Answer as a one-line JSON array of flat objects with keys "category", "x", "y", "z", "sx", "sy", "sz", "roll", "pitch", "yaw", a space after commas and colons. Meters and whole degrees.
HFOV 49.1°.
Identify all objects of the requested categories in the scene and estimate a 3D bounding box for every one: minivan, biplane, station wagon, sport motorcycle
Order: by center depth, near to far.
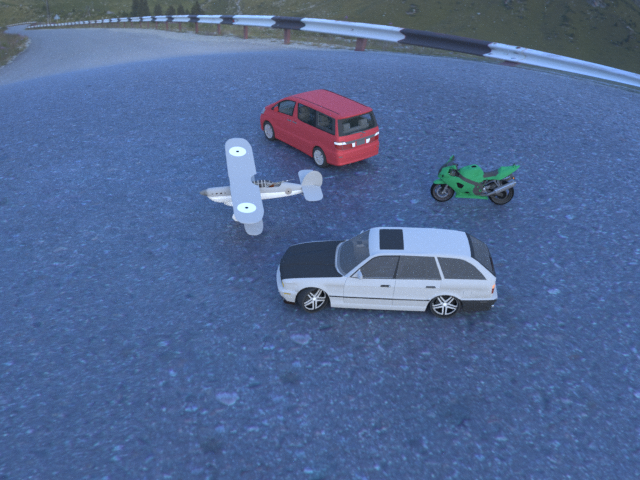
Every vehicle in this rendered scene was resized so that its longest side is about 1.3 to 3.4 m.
[{"category": "station wagon", "x": 0.926, "y": 0.370, "z": 9.988, "sx": 3.105, "sy": 0.920, "sz": 1.327, "roll": 2, "pitch": 30, "yaw": 3}, {"category": "biplane", "x": -0.997, "y": -0.844, "z": 12.042, "sx": 2.120, "sy": 0.981, "sz": 2.598, "roll": -5, "pitch": 30, "yaw": -9}, {"category": "sport motorcycle", "x": 2.757, "y": -1.034, "z": 12.535, "sx": 1.520, "sy": 0.821, "sz": 0.506, "roll": 3, "pitch": 30, "yaw": 5}, {"category": "minivan", "x": -0.091, "y": -2.489, "z": 14.691, "sx": 1.324, "sy": 1.197, "sz": 3.011, "roll": -21, "pitch": 36, "yaw": -32}]
